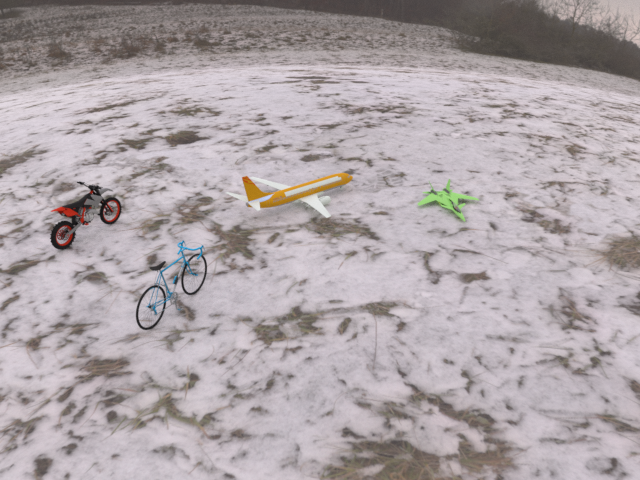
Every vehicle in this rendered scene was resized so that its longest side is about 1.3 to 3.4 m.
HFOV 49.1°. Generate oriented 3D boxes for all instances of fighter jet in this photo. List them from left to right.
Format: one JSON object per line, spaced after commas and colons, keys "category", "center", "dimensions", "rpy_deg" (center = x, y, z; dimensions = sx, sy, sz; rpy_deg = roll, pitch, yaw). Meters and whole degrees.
{"category": "fighter jet", "center": [2.324, -0.695, 12.418], "dimensions": [1.147, 0.286, 1.358], "rpy_deg": [-5, 28, -10]}

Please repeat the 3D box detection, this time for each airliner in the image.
{"category": "airliner", "center": [-0.354, -1.028, 12.464], "dimensions": [2.541, 0.835, 2.257], "rpy_deg": [-21, 34, -35]}

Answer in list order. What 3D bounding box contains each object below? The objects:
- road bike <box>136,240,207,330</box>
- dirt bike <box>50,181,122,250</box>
{"category": "road bike", "center": [-1.970, 0.565, 9.373], "dimensions": [0.358, 0.852, 1.545], "rpy_deg": [13, 30, 23]}
{"category": "dirt bike", "center": [-3.795, -0.455, 11.335], "dimensions": [0.527, 0.857, 1.493], "rpy_deg": [15, 31, 26]}
